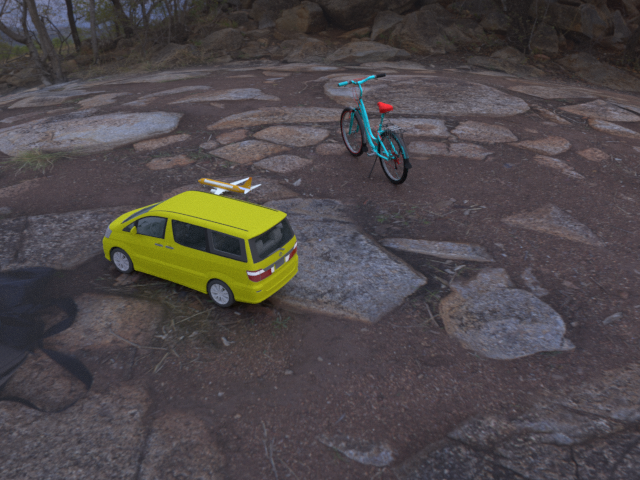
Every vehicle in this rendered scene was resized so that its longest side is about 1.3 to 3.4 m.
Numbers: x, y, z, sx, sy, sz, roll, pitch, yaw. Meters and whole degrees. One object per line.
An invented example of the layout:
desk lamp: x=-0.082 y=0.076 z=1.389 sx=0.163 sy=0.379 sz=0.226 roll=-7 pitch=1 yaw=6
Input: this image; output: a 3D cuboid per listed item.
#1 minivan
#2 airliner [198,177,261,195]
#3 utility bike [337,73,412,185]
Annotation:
minivan: x=-1.815 y=-0.023 z=10.156 sx=3.011 sy=1.197 sz=1.324 roll=15 pitch=31 yaw=27
airliner: x=-1.768 y=-1.086 z=13.034 sx=1.307 sy=0.429 sz=1.161 roll=15 pitch=31 yaw=27
utility bike: x=0.956 y=-2.210 z=13.670 sx=1.039 sy=1.839 sz=2.791 roll=-12 pitch=30 yaw=-22
